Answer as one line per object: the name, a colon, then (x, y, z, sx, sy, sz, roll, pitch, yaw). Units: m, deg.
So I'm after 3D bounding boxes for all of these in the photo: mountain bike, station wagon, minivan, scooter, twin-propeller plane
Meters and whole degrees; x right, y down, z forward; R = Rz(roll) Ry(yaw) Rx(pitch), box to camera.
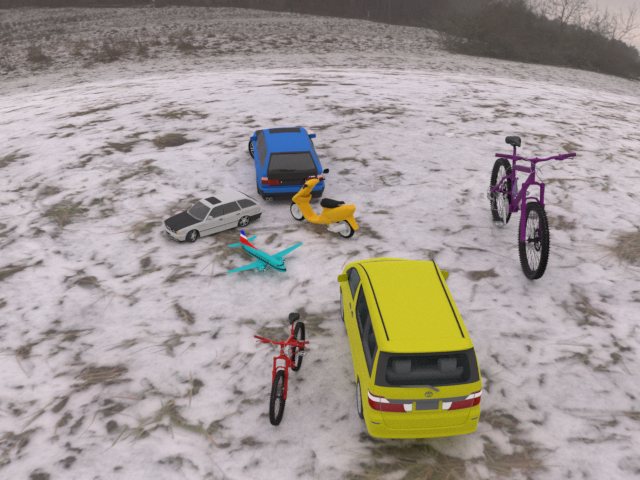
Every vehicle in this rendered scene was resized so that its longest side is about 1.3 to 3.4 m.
mountain bike: (2.945, -0.656, 10.402, 1.114, 1.688, 2.857, 0, 26, -1)
station wagon: (-0.664, -1.669, 13.299, 1.327, 0.920, 3.105, -3, 27, -7)
station wagon: (-1.739, -0.416, 11.282, 1.597, 0.473, 0.682, -19, 32, -33)
minivan: (0.900, 0.892, 7.841, 1.324, 1.197, 3.011, -2, 27, -4)
scooter: (0.044, -0.588, 11.129, 1.399, 0.919, 0.662, 21, 33, 36)
mountain bike: (-0.339, 1.266, 7.458, 0.573, 0.868, 1.469, 5, 27, 10)
twin-propeller plane: (-0.839, 0.190, 10.139, 1.370, 0.407, 1.095, -22, 34, -37)
